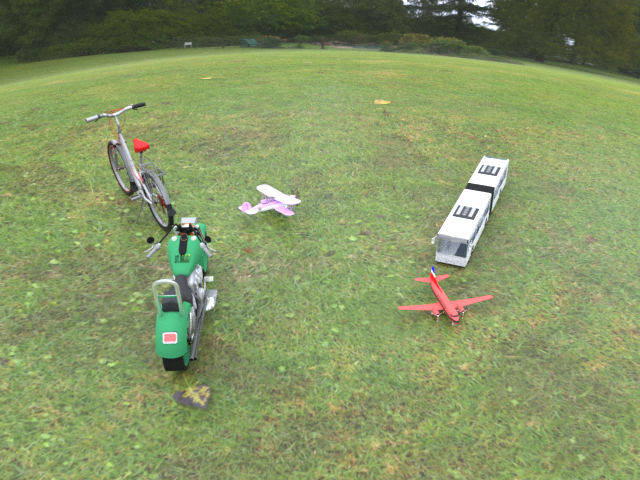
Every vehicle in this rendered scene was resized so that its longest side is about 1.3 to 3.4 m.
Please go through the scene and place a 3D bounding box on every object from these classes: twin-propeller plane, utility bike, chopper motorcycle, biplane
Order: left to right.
[{"bbox_3d":[-3.198,-1.260,11.830,1.039,1.839,2.791,-19,35,-30],"label":"utility bike"},{"bbox_3d":[-1.774,0.410,9.250,0.906,1.480,3.040,-1,30,-2],"label":"chopper motorcycle"},{"bbox_3d":[-0.862,-0.622,12.058,1.090,0.504,1.336,-17,34,-27],"label":"biplane"},{"bbox_3d":[1.709,0.781,9.682,1.370,0.407,1.095,-6,30,-10],"label":"twin-propeller plane"}]

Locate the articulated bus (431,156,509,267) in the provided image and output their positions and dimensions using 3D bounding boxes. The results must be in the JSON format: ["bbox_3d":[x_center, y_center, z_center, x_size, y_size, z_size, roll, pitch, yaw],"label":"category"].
[{"bbox_3d":[2.646,-0.584,11.933,0.605,0.561,3.401,12,32,20],"label":"articulated bus"}]
